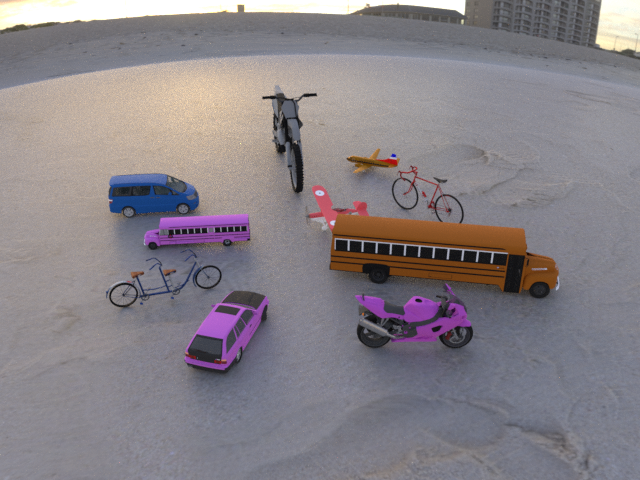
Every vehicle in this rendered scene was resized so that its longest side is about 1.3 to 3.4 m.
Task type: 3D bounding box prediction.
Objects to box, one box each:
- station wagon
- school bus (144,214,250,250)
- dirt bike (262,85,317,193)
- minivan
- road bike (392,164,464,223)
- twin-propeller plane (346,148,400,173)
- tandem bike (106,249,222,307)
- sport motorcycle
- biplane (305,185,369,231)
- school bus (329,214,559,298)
[{"bbox_3d":[-1.174,1.083,9.116,0.682,0.473,1.597,8,30,14],"label":"station wagon"},{"bbox_3d":[-1.993,-0.144,11.346,1.708,0.434,0.365,-3,29,-5],"label":"school bus"},{"bbox_3d":[-0.626,-2.122,13.615,1.024,1.666,2.903,-6,30,-10],"label":"dirt bike"},{"bbox_3d":[-2.933,-0.822,12.369,1.548,0.616,0.681,-4,29,-7],"label":"minivan"},{"bbox_3d":[1.838,-0.765,12.026,0.358,0.852,1.545,-26,38,-38],"label":"road bike"},{"bbox_3d":[1.033,-1.603,13.977,1.095,0.407,1.370,13,32,21],"label":"twin-propeller plane"},{"bbox_3d":[-2.195,0.535,9.881,1.642,0.682,0.283,-11,31,-19],"label":"tandem bike"},{"bbox_3d":[1.197,1.020,8.872,1.520,0.821,0.506,1,29,1],"label":"sport motorcycle"},{"bbox_3d":[0.283,-0.441,11.804,1.090,0.504,1.336,-8,30,-14],"label":"biplane"},{"bbox_3d":[1.827,0.204,10.304,3.322,0.844,0.709,5,30,9],"label":"school bus"}]
